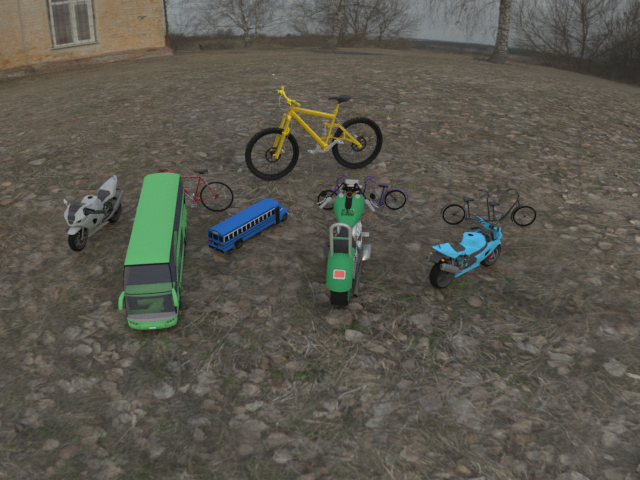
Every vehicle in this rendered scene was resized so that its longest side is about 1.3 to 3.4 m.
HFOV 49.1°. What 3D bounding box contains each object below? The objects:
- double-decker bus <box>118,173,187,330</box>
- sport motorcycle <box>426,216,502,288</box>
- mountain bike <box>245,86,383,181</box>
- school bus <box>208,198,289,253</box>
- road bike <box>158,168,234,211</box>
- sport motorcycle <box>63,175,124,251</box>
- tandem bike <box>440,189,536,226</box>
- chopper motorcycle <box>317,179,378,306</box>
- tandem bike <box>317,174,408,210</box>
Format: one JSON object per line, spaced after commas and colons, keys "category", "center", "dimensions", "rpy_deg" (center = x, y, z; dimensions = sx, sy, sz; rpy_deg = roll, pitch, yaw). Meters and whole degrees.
{"category": "double-decker bus", "center": [-2.424, 0.098, 10.505], "dimensions": [0.756, 1.052, 3.251], "rpy_deg": [-3, 30, -6]}
{"category": "sport motorcycle", "center": [2.220, 0.198, 10.563], "dimensions": [1.520, 0.821, 0.506], "rpy_deg": [-20, 35, -31]}
{"category": "mountain bike", "center": [-0.089, -2.070, 13.694], "dimensions": [2.857, 1.688, 1.114], "rpy_deg": [-9, 31, -16]}
{"category": "school bus", "center": [-1.170, -0.290, 11.820], "dimensions": [0.365, 0.434, 1.708], "rpy_deg": [20, 35, 31]}
{"category": "road bike", "center": [-2.317, -0.869, 12.419], "dimensions": [1.545, 0.852, 0.358], "rpy_deg": [-2, 30, -3]}
{"category": "sport motorcycle", "center": [-3.777, -0.454, 11.717], "dimensions": [0.506, 0.821, 1.520], "rpy_deg": [8, 30, 14]}
{"category": "tandem bike", "center": [2.903, -0.549, 12.025], "dimensions": [1.642, 0.682, 0.283], "rpy_deg": [2, 30, 3]}
{"category": "chopper motorcycle", "center": [0.432, -0.241, 10.670], "dimensions": [0.906, 1.480, 3.040], "rpy_deg": [3, 30, 6]}
{"category": "tandem bike", "center": [0.772, -0.843, 12.545], "dimensions": [1.642, 0.682, 0.283], "rpy_deg": [0, 29, 0]}
